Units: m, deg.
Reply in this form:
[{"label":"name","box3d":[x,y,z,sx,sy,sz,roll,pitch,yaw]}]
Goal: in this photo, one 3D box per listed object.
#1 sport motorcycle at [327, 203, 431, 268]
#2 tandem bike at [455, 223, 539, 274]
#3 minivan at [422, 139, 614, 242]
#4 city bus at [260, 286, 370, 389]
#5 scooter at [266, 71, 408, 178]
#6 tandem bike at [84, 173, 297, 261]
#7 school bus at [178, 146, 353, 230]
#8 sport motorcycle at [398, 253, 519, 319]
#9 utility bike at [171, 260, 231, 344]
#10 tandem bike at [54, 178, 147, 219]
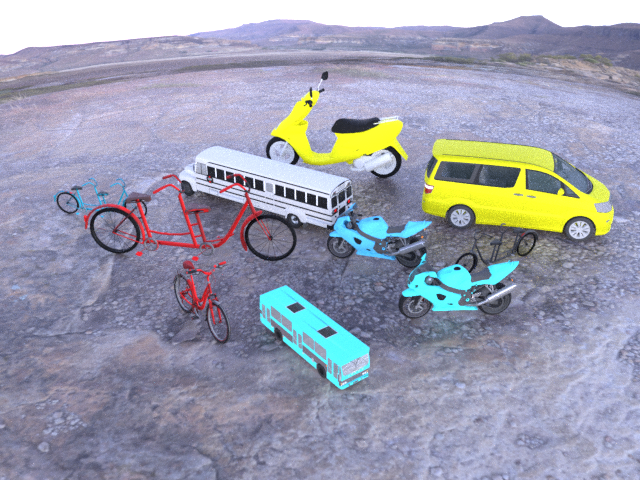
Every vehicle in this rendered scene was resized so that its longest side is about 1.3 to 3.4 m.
[{"label":"sport motorcycle","box3d":[0.838,-0.031,10.194,1.520,0.821,0.506,7,29,13]},{"label":"tandem bike","box3d":[2.585,0.084,10.128,1.642,0.682,0.283,-16,32,-27]},{"label":"minivan","box3d":[3.200,-0.861,11.332,3.011,1.197,1.324,6,29,12]},{"label":"city bus","box3d":[-0.101,1.147,8.400,0.476,0.460,1.674,-20,34,-32]},{"label":"scooter","box3d":[0.286,-2.065,12.935,2.721,1.786,1.288,6,29,11]},{"label":"tandem bike","box3d":[-1.924,-0.325,10.208,3.192,1.326,0.550,3,29,5]},{"label":"school bus","box3d":[-1.030,-0.932,11.832,3.322,0.844,0.709,17,33,28]},{"label":"sport motorcycle","box3d":[1.765,0.626,8.982,1.520,0.821,0.506,-3,29,-5]},{"label":"utility bike","box3d":[-1.481,0.650,8.807,0.535,0.946,1.435,-21,35,-33]},{"label":"tandem bike","box3d":[-3.650,-0.699,11.572,1.642,0.682,0.283,5,29,9]}]
